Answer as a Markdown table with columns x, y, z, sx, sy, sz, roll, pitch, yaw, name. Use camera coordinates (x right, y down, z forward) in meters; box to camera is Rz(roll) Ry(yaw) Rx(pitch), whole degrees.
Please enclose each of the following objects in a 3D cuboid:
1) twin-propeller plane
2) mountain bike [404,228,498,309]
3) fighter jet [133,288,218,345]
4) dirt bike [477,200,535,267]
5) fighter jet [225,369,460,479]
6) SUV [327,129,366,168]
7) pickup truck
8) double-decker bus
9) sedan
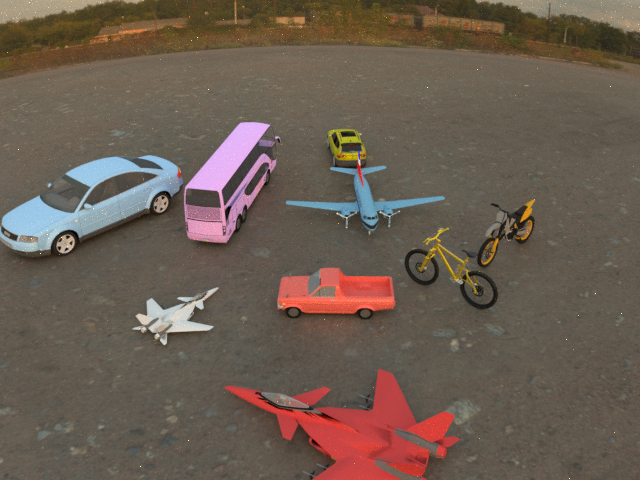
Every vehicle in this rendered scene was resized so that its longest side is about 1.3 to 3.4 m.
| x | y | z | sx | sy | sz | roll | pitch | yaw | name |
| --- | --- | --- | --- | --- | --- | --- | --- | --- | --- |
| 0.749 | -0.809 | 11.799 | 2.663 | 0.792 | 2.129 | -2 | 30 | -3 | twin-propeller plane |
| 1.799 | 0.397 | 9.648 | 1.469 | 0.868 | 0.573 | 23 | 37 | 34 | mountain bike |
| -1.820 | 0.880 | 9.395 | 1.147 | 0.286 | 1.358 | 19 | 35 | 29 | fighter jet |
| 2.864 | -0.153 | 10.606 | 1.493 | 0.857 | 0.527 | -26 | 39 | -37 | dirt bike |
| 0.055 | 1.866 | 7.428 | 2.640 | 0.557 | 2.229 | 16 | 34 | 25 | fighter jet |
| 0.527 | -1.919 | 13.920 | 0.656 | 0.580 | 1.572 | -3 | 30 | -5 | SUV |
| 0.216 | 0.691 | 9.496 | 1.603 | 0.511 | 0.640 | 1 | 30 | 1 | pickup truck |
| -1.445 | -1.101 | 12.043 | 0.756 | 1.052 | 3.251 | 6 | 31 | 10 | double-decker bus |
| -3.698 | -0.704 | 11.470 | 1.235 | 0.940 | 3.137 | 24 | 38 | 35 | sedan |
